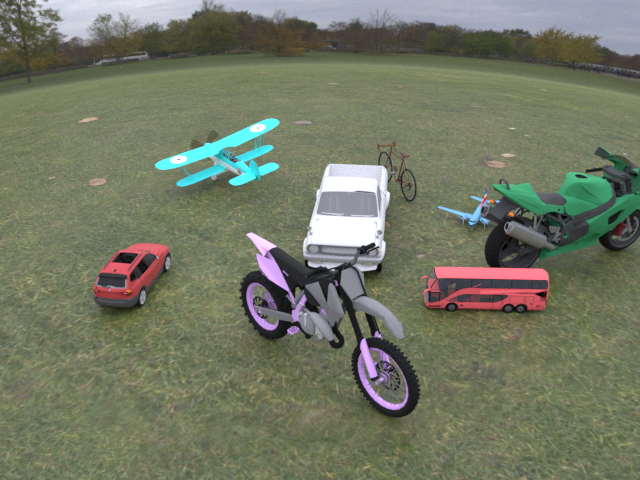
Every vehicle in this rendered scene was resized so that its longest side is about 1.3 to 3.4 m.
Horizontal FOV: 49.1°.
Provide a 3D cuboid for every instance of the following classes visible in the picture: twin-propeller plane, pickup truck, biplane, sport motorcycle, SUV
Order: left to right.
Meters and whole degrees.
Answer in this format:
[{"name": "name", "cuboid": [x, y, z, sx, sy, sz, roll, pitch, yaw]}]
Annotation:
[{"name": "SUV", "cuboid": [-2.648, 0.405, 9.928, 0.656, 0.580, 1.572, 4, 28, 8]}, {"name": "biplane", "cuboid": [-1.703, -1.459, 13.086, 2.598, 0.981, 2.120, -19, 33, -32]}, {"name": "pickup truck", "cuboid": [0.486, -0.533, 11.288, 1.244, 0.993, 3.117, 3, 28, 6]}, {"name": "twin-propeller plane", "cuboid": [2.694, -0.504, 11.867, 1.370, 0.407, 1.095, 12, 30, 22]}, {"name": "sport motorcycle", "cuboid": [3.708, -0.380, 10.338, 2.955, 1.596, 0.983, -11, 29, -20]}]

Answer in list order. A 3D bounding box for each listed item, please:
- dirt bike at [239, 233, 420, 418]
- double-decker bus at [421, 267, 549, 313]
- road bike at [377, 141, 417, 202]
[{"name": "dirt bike", "cuboid": [0.015, 0.810, 7.970, 1.024, 1.666, 2.903, -24, 36, -38]}, {"name": "double-decker bus", "cuboid": [2.215, 0.664, 9.471, 1.672, 0.541, 0.389, 1, 27, 2]}, {"name": "road bike", "cuboid": [1.419, -1.303, 12.926, 0.358, 0.852, 1.545, -10, 29, -19]}]
